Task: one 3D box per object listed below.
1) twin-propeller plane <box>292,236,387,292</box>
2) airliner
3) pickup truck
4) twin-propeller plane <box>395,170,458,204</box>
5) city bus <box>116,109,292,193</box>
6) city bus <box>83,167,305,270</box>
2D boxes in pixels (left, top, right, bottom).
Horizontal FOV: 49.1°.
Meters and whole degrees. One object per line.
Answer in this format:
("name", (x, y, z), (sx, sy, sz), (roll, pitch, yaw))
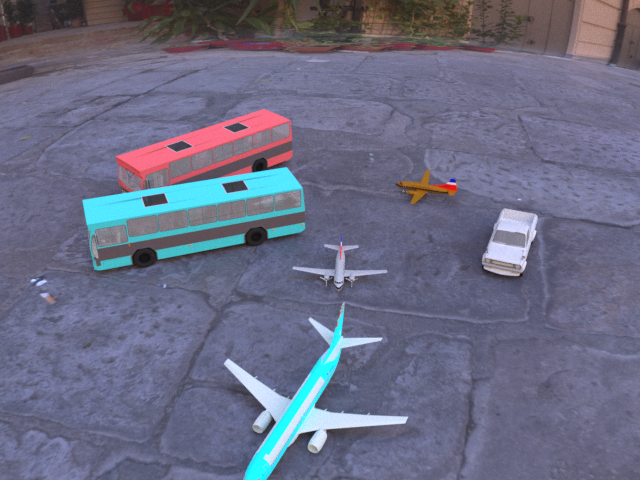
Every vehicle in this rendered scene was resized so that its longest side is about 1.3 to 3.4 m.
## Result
("twin-propeller plane", (0.290, 0.350, 10.154), (1.370, 0.407, 1.095), (2, 32, 3))
("airliner", (-0.213, 1.667, 7.602), (2.257, 0.835, 2.541), (14, 34, 21))
("pickup truck", (2.919, -0.029, 10.672), (0.640, 0.511, 1.603), (12, 34, 19))
("twin-propeller plane", (1.860, -0.959, 12.284), (1.095, 0.407, 1.370), (10, 33, 16))
("city bus", (-1.981, -1.444, 12.609), (3.255, 0.894, 0.926), (-26, 40, -36))
("city bus", (-1.891, -0.324, 10.786), (3.255, 0.894, 0.926), (-11, 33, -17))
